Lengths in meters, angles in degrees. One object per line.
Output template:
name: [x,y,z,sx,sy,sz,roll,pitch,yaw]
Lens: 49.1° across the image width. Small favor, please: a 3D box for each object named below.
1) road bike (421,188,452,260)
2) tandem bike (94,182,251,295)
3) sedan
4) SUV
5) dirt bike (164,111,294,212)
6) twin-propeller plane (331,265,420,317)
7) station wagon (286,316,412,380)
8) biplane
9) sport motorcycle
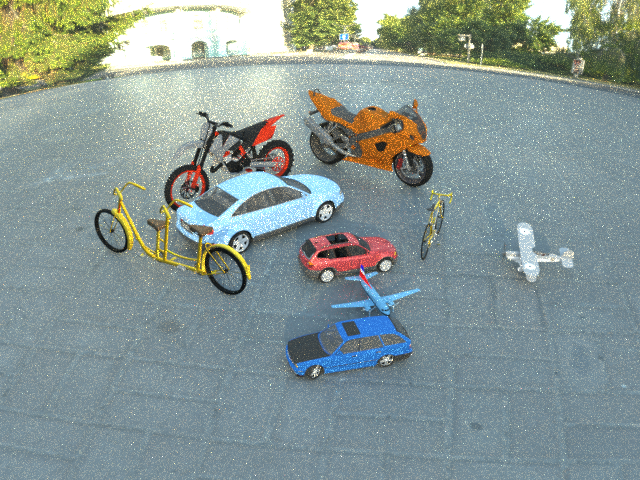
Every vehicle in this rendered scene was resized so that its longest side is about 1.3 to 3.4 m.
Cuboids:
road bike: [1.876,-0.295,11.535,0.358,0.852,1.545,11,30,19]
tandem bike: [-2.345,-0.072,10.623,3.192,1.326,0.550,17,33,28]
sedan: [-0.963,-0.658,12.116,3.137,0.940,1.235,-21,35,-33]
SUV: [0.440,0.196,10.910,1.572,0.580,0.656,-9,30,-17]
dirt bike: [-1.632,-1.548,13.000,2.903,1.666,1.024,-23,36,-35]
twin-propeller plane: [0.773,0.756,10.054,1.370,0.407,1.095,-9,30,-17]
station wagon: [0.356,1.322,8.935,1.597,0.473,0.682,-7,29,-13]
biplane: [3.371,0.264,10.865,1.090,0.504,1.336,4,29,7]
sport motorcycle: [0.966,-2.073,14.047,2.955,1.596,0.983,19,34,31]
